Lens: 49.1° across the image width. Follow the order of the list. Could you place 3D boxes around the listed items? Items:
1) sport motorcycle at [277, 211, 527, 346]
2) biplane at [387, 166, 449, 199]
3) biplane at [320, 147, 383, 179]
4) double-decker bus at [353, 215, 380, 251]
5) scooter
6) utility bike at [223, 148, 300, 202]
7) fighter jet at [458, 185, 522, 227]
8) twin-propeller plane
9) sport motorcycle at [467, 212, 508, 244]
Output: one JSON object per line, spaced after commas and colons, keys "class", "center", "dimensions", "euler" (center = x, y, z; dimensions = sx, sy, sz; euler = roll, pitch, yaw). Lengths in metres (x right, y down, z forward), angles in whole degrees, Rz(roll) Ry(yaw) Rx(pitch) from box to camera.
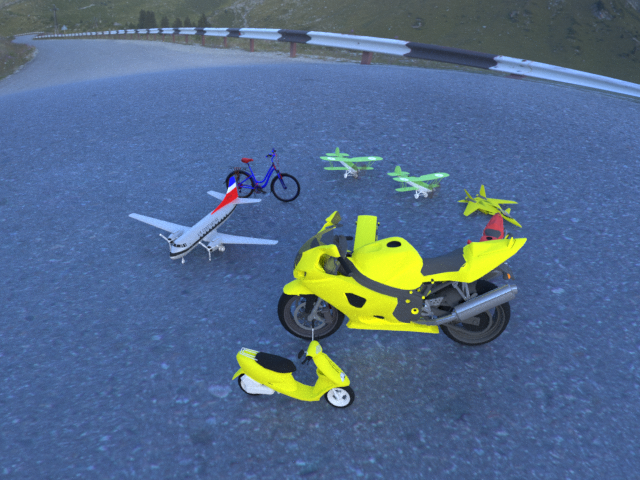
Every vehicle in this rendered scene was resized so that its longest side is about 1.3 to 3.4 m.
{"class": "sport motorcycle", "center": [0.941, 0.575, 8.569], "dimensions": [2.955, 1.596, 0.983], "euler": [1, 28, 2]}
{"class": "biplane", "center": [1.753, -1.081, 12.908], "dimensions": [1.336, 0.504, 1.090], "euler": [-19, 33, -32]}
{"class": "biplane", "center": [0.549, -1.526, 13.757], "dimensions": [1.336, 0.504, 1.090], "euler": [-12, 30, -21]}
{"class": "double-decker bus", "center": [0.678, 0.144, 10.529], "dimensions": [0.389, 0.541, 1.672], "euler": [3, 28, 5]}
{"class": "scooter", "center": [-0.301, 1.409, 7.707], "dimensions": [1.399, 0.919, 0.662], "euler": [6, 28, 11]}
{"class": "utility bike", "center": [-1.050, -1.174, 12.610], "dimensions": [1.435, 0.946, 0.535], "euler": [5, 28, 9]}
{"class": "fighter jet", "center": [3.053, -0.569, 12.164], "dimensions": [1.147, 0.286, 1.358], "euler": [-13, 31, -24]}
{"class": "twin-propeller plane", "center": [-1.805, -0.320, 11.145], "dimensions": [2.663, 0.792, 2.129], "euler": [11, 29, 19]}
{"class": "sport motorcycle", "center": [2.405, 0.231, 10.063], "dimensions": [0.506, 0.821, 1.520], "euler": [10, 29, 19]}
